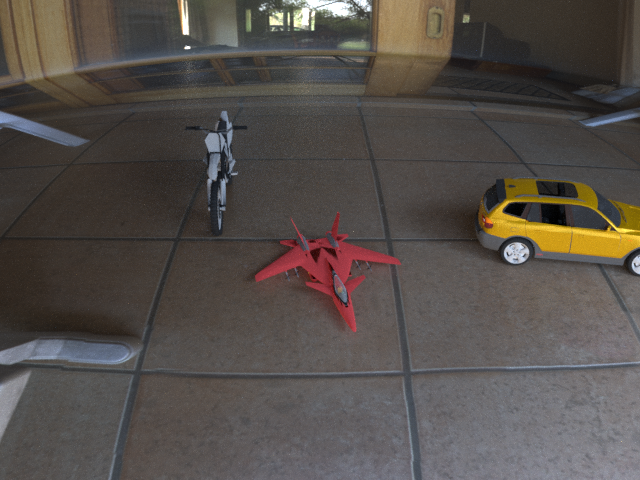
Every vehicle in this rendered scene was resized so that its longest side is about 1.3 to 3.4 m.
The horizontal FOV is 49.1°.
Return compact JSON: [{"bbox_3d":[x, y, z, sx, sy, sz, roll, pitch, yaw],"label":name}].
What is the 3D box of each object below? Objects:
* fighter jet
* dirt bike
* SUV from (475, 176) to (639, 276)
[{"bbox_3d":[0.180,0.432,10.302,2.229,0.557,2.640,-6,30,-11],"label":"fighter jet"},{"bbox_3d":[-1.729,-1.328,12.274,1.024,1.666,2.903,-1,30,-2],"label":"dirt bike"},{"bbox_3d":[4.000,-0.291,10.994,3.058,1.128,1.276,5,30,9],"label":"SUV"}]
